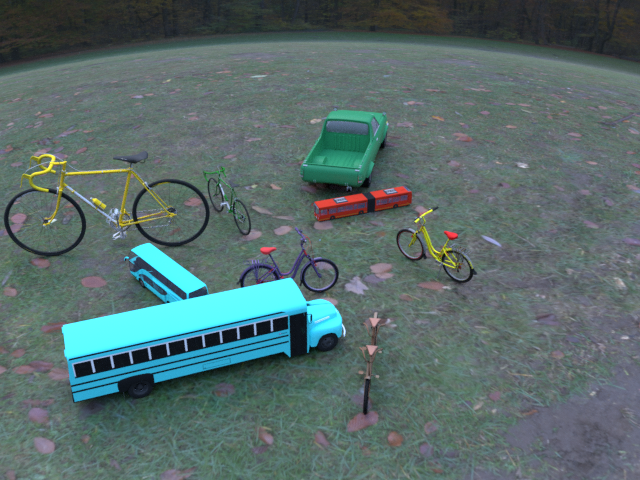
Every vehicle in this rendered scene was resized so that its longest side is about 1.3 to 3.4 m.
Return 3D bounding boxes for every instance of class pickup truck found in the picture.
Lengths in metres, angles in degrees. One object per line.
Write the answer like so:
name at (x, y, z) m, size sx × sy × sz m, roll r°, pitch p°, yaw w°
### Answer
pickup truck at (0.531, -1.861, 13.328) m, size 1.244 × 0.993 × 3.117 m, roll 7°, pitch 31°, yaw 11°

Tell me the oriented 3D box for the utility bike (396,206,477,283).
utility bike at (1.639, 0.077, 10.085) m, size 1.435 × 0.946 × 0.535 m, roll 26°, pitch 39°, yaw 37°

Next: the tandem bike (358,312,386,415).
tandem bike at (0.608, 1.312, 8.246) m, size 0.283 × 0.682 × 1.642 m, roll 4°, pitch 31°, yaw 7°

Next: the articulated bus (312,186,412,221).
articulated bus at (0.732, -0.625, 11.923) m, size 1.749 × 0.289 × 0.311 m, roll -11°, pitch 32°, yaw -18°

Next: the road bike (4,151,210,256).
road bike at (-3.182, -0.546, 10.442) m, size 3.004 × 1.656 × 0.697 m, roll -5°, pitch 31°, yaw -8°

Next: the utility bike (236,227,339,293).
utility bike at (-0.452, 0.337, 9.642) m, size 1.435 × 0.946 × 0.535 m, roll -5°, pitch 31°, yaw -9°

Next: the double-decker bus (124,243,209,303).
double-decker bus at (-2.123, 0.551, 9.679) m, size 0.389 × 0.541 × 1.672 m, roll -25°, pitch 38°, yaw -35°

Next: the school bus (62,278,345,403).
school bus at (-1.298, 1.133, 8.391) m, size 3.322 × 0.844 × 0.709 m, roll -11°, pitch 32°, yaw -18°

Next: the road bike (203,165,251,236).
road bike at (-1.508, -0.669, 11.443) m, size 0.358 × 0.852 × 1.545 m, roll -18°, pitch 35°, yaw -28°
